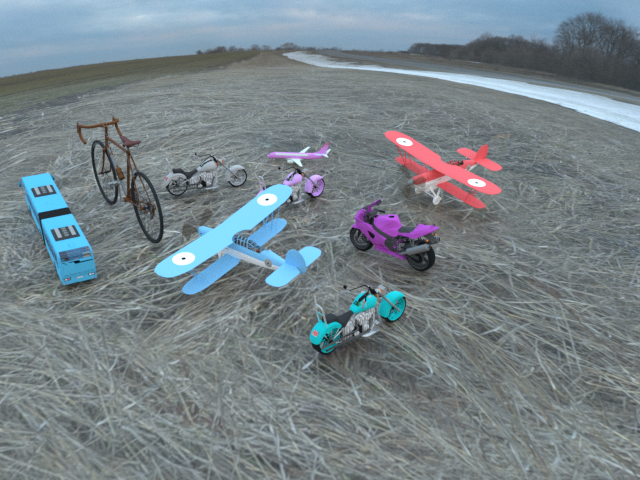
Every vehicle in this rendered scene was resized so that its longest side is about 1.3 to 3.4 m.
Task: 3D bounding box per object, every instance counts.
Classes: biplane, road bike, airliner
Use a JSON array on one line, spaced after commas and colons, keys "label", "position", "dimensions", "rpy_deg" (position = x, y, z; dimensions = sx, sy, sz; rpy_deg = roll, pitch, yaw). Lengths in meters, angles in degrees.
[{"label": "biplane", "position": [-1.046, 0.155, 9.863], "dimensions": [2.120, 0.981, 2.598], "rpy_deg": [19, 33, 33]}, {"label": "road bike", "position": [-3.250, -1.066, 11.518], "dimensions": [0.697, 1.656, 3.004], "rpy_deg": [-18, 32, -31]}, {"label": "biplane", "position": [2.346, -1.232, 12.590], "dimensions": [2.120, 0.981, 2.598], "rpy_deg": [-20, 33, -34]}, {"label": "airliner", "position": [-0.447, -1.810, 14.335], "dimensions": [1.307, 0.429, 1.161], "rpy_deg": [3, 27, 6]}]

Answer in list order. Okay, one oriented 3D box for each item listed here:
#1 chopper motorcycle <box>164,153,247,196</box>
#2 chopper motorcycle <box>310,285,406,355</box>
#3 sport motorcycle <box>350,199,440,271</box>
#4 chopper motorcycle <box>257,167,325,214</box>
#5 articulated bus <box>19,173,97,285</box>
[{"label": "chopper motorcycle", "position": [-2.099, -1.248, 12.863], "dimensions": [1.563, 0.761, 0.466], "rpy_deg": [-13, 30, -24]}, {"label": "chopper motorcycle", "position": [0.507, 0.882, 8.677], "dimensions": [1.563, 0.761, 0.466], "rpy_deg": [-22, 34, -36]}, {"label": "sport motorcycle", "position": [1.082, -0.065, 10.471], "dimensions": [1.520, 0.821, 0.506], "rpy_deg": [19, 33, 33]}, {"label": "chopper motorcycle", "position": [-0.505, -0.949, 12.276], "dimensions": [0.466, 0.761, 1.563], "rpy_deg": [24, 36, 39]}, {"label": "articulated bus", "position": [-4.212, -0.268, 11.157], "dimensions": [0.605, 0.561, 3.401], "rpy_deg": [-14, 30, -26]}]
